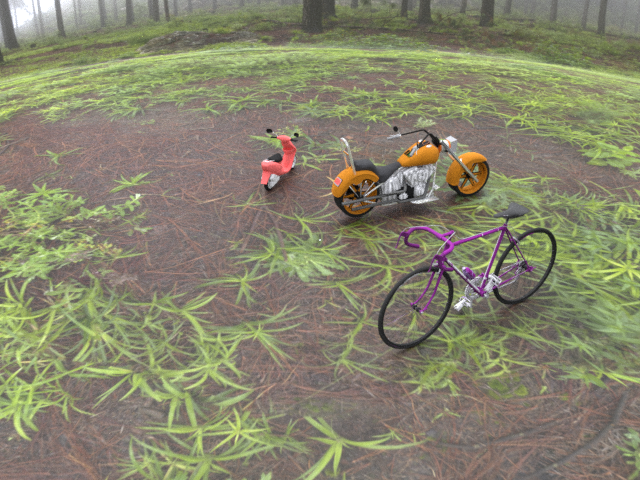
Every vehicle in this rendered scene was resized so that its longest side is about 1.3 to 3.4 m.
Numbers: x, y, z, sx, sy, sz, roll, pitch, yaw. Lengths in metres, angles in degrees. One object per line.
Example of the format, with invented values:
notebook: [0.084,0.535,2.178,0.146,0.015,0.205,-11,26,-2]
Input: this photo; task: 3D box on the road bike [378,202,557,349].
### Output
road bike: [1.978,0.387,8.899,3.004,1.656,0.697,-17,34,-27]

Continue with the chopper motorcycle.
chopper motorcycle: [1.611,-1.240,11.906,3.040,1.480,0.906,-13,32,-21]

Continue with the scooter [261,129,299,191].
scooter: [-0.748,-1.537,12.985,0.662,0.919,1.399,11,32,19]
